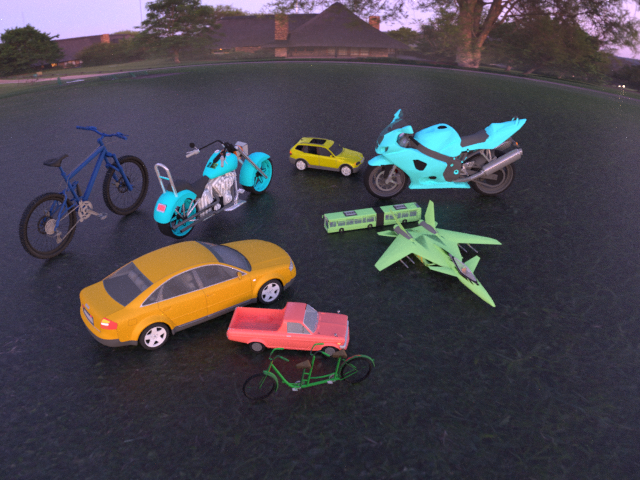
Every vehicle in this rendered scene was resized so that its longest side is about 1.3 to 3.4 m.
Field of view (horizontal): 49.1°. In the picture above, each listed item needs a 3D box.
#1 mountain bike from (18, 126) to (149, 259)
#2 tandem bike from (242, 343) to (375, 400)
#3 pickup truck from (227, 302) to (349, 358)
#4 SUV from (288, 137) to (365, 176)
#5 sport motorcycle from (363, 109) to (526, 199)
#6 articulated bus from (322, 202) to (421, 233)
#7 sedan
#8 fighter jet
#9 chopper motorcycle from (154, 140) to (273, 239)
[{"bbox_3d":[-3.883,-0.861,11.677,1.114,1.688,2.857,15,32,25],"label":"mountain bike"},{"bbox_3d":[-0.120,1.544,8.371,1.642,0.682,0.283,-7,30,-13],"label":"tandem bike"},{"bbox_3d":[-0.409,1.138,9.281,1.603,0.511,0.640,3,29,5],"label":"pickup truck"},{"bbox_3d":[0.136,-1.752,14.428,1.572,0.580,0.656,9,30,16],"label":"SUV"},{"bbox_3d":[2.279,-1.528,12.976,2.955,1.596,0.983,-2,29,-4],"label":"sport motorcycle"},{"bbox_3d":[0.920,-0.397,12.282,1.749,0.289,0.311,-8,30,-14],"label":"articulated bus"},{"bbox_3d":[-1.781,0.559,9.884,3.137,0.940,1.235,-19,34,-31],"label":"sedan"},{"bbox_3d":[1.987,0.204,10.920,2.229,0.557,2.640,-11,31,-19],"label":"fighter jet"},{"bbox_3d":[-1.792,-1.108,12.336,0.906,1.480,3.040,16,33,27],"label":"chopper motorcycle"}]
